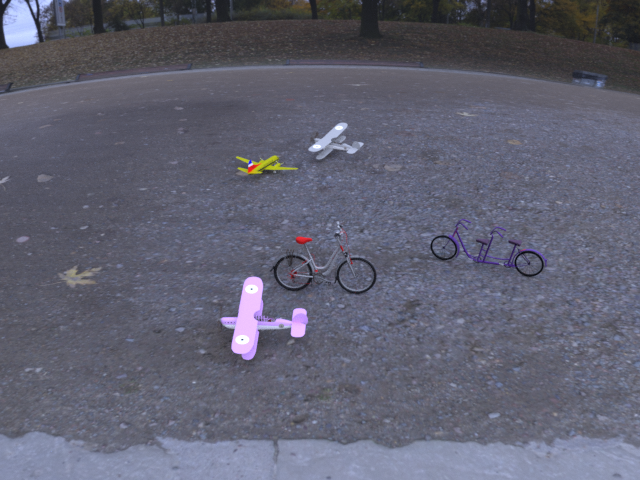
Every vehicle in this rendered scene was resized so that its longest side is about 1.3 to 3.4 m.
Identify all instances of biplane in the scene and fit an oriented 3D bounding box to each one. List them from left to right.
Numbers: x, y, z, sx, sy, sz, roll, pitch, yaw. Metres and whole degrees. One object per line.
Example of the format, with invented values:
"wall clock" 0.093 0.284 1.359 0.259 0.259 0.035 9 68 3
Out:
"biplane" -0.689 0.992 8.312 1.090 0.504 1.336 1 27 2
"biplane" 0.311 -1.897 13.991 1.090 0.504 1.336 15 31 27

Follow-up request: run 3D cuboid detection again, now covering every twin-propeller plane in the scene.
"twin-propeller plane" -1.065 -1.458 13.234 1.370 0.407 1.095 13 30 25

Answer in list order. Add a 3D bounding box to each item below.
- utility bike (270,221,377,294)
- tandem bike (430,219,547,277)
"utility bike" 0.041 0.245 9.293 1.435 0.946 0.535 3 27 5
"tandem bike" 2.366 0.102 9.866 1.642 0.682 0.283 11 29 20
